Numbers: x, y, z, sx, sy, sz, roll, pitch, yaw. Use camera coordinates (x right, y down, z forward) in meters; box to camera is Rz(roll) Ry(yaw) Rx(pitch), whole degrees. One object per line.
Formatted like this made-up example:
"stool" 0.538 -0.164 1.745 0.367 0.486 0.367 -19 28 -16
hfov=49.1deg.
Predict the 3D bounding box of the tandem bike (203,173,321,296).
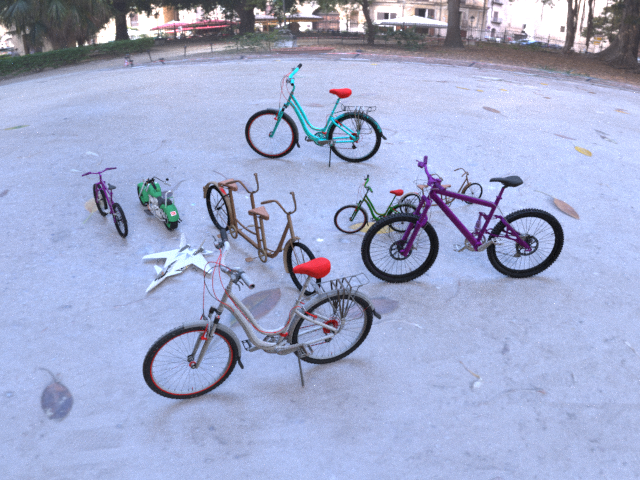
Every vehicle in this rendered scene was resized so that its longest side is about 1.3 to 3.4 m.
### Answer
"tandem bike" -0.937 -0.306 10.216 0.550 1.326 3.192 -19 34 -31

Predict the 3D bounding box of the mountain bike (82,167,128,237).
"mountain bike" -3.409 -0.630 11.287 0.573 0.868 1.469 -18 33 -30

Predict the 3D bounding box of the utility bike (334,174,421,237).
"utility bike" 0.936 -0.490 10.950 1.435 0.946 0.535 -2 29 -3

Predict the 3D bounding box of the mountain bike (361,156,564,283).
"mountain bike" 1.989 -0.179 9.605 2.857 1.688 1.114 -2 29 -4

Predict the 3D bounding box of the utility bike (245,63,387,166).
"utility bike" -0.106 -2.315 13.363 2.791 1.839 1.039 3 29 6

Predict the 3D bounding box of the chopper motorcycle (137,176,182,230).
"chopper motorcycle" -2.706 -0.715 11.555 0.466 0.761 1.563 -17 33 -28

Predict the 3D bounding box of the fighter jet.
"fighter jet" -2.136 0.340 10.117 1.147 0.286 1.358 11 30 19

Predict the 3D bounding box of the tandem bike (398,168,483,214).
"tandem bike" 2.055 -0.818 11.828 1.642 0.682 0.283 -10 30 -18

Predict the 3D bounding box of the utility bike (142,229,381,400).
"utility bike" -0.532 0.856 7.549 2.791 1.839 1.039 -11 30 -19
